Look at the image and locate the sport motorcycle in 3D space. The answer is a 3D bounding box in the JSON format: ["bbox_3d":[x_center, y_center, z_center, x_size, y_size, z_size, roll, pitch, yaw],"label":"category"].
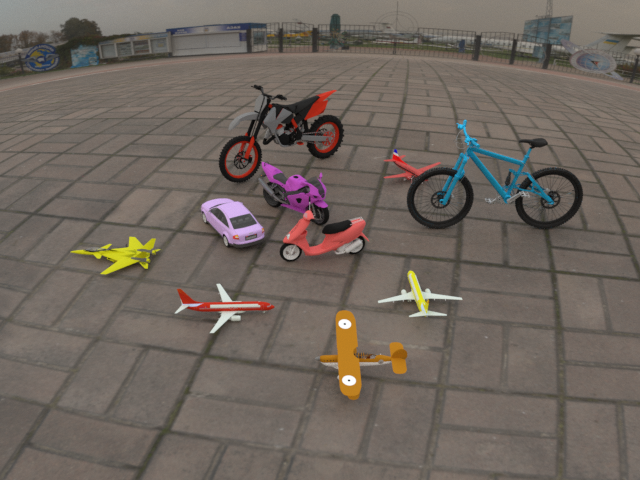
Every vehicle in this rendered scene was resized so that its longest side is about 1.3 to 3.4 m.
[{"bbox_3d":[-0.431,-0.800,11.903,1.520,0.821,0.506,23,36,35],"label":"sport motorcycle"}]

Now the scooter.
[{"bbox_3d":[0.069,-0.137,10.609,1.399,0.919,0.662,-6,30,-11],"label":"scooter"}]

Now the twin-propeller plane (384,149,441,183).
[{"bbox_3d":[1.720,-1.401,13.411,1.370,0.407,1.095,-17,33,-28],"label":"twin-propeller plane"}]

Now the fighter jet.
[{"bbox_3d":[-3.201,0.156,10.732,1.358,0.286,1.147,4,29,7],"label":"fighter jet"}]

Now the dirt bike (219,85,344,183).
[{"bbox_3d":[-0.679,-2.112,13.394,2.903,1.666,1.024,-20,35,-32],"label":"dirt bike"}]

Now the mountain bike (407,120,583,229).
[{"bbox_3d":[2.842,-0.941,11.264,2.857,1.688,1.114,0,29,0],"label":"mountain bike"}]

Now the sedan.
[{"bbox_3d":[-1.459,-0.366,11.469,0.635,0.483,1.613,-16,33,-26],"label":"sedan"}]

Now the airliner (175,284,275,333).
[{"bbox_3d":[-1.265,0.818,9.394,1.307,0.429,1.161,-2,29,-3],"label":"airliner"}]

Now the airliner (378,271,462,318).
[{"bbox_3d":[1.361,0.671,9.659,1.161,0.429,1.307,-2,29,-3],"label":"airliner"}]

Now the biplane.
[{"bbox_3d":[0.484,1.416,8.241,1.090,0.504,1.336,-1,29,-1],"label":"biplane"}]
